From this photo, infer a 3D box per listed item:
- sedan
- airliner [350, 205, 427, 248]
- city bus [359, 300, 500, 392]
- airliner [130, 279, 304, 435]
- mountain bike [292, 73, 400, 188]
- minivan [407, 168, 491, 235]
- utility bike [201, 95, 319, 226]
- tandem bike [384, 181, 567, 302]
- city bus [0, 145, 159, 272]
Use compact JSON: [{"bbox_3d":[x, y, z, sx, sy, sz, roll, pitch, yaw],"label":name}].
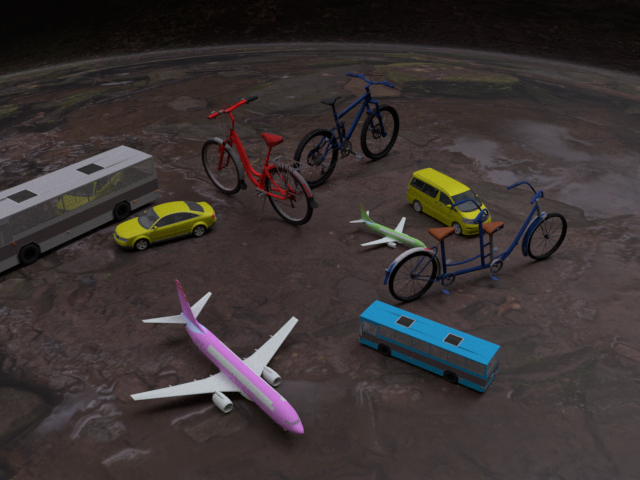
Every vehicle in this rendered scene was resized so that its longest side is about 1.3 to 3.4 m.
[{"bbox_3d":[-2.444,-0.285,11.047,1.613,0.483,0.635,-15,33,-24],"label":"sedan"},{"bbox_3d":[1.122,-0.178,10.915,1.307,0.429,1.161,23,37,34],"label":"airliner"},{"bbox_3d":[1.281,1.266,8.393,1.674,0.460,0.476,19,35,29],"label":"city bus"},{"bbox_3d":[-0.989,1.304,7.952,2.257,0.835,2.541,-23,37,-34],"label":"airliner"},{"bbox_3d":[0.554,-2.023,12.846,1.114,1.688,2.857,26,39,37],"label":"mountain bike"},{"bbox_3d":[2.122,-0.640,11.528,0.681,0.616,1.548,-19,35,-30],"label":"minivan"},{"bbox_3d":[-1.137,-1.272,11.398,2.791,1.839,1.039,25,38,36],"label":"utility bike"},{"bbox_3d":[2.264,-0.007,9.726,3.192,1.326,0.550,-14,33,-23],"label":"tandem bike"},{"bbox_3d":[-4.061,-0.504,11.015,0.926,0.894,3.255,21,36,31],"label":"city bus"}]
